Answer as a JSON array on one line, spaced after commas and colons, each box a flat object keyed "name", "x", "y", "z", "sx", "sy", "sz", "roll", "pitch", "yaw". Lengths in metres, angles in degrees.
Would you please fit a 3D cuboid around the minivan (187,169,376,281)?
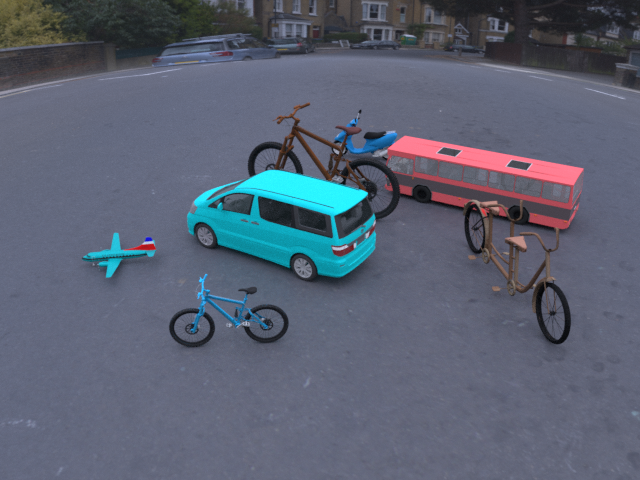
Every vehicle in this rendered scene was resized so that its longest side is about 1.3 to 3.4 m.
[{"name": "minivan", "x": -0.661, "y": -0.375, "z": 10.645, "sx": 3.011, "sy": 1.197, "sz": 1.324, "roll": 17, "pitch": 33, "yaw": 28}]

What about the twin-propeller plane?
[{"name": "twin-propeller plane", "x": -3.007, "y": 0.174, "z": 10.458, "sx": 1.095, "sy": 0.407, "sz": 1.370, "roll": -5, "pitch": 29, "yaw": -9}]

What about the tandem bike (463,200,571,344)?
[{"name": "tandem bike", "x": 2.633, "y": 0.113, "z": 9.603, "sx": 0.550, "sy": 1.326, "sz": 3.192, "roll": -6, "pitch": 29, "yaw": -11}]

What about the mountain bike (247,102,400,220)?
[{"name": "mountain bike", "x": 0.015, "y": -1.290, "z": 11.824, "sx": 2.857, "sy": 1.688, "sz": 1.114, "roll": 13, "pitch": 31, "yaw": 22}]

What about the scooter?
[{"name": "scooter", "x": 0.918, "y": -2.085, "z": 14.110, "sx": 1.399, "sy": 0.919, "sz": 0.662, "roll": 6, "pitch": 29, "yaw": 11}]

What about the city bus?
[{"name": "city bus", "x": 2.768, "y": -1.002, "z": 12.126, "sx": 3.255, "sy": 0.894, "sz": 0.926, "roll": 15, "pitch": 32, "yaw": 26}]

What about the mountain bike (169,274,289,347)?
[{"name": "mountain bike", "x": -1.121, "y": 0.923, "z": 8.583, "sx": 1.469, "sy": 0.868, "sz": 0.573, "roll": -3, "pitch": 28, "yaw": -5}]
